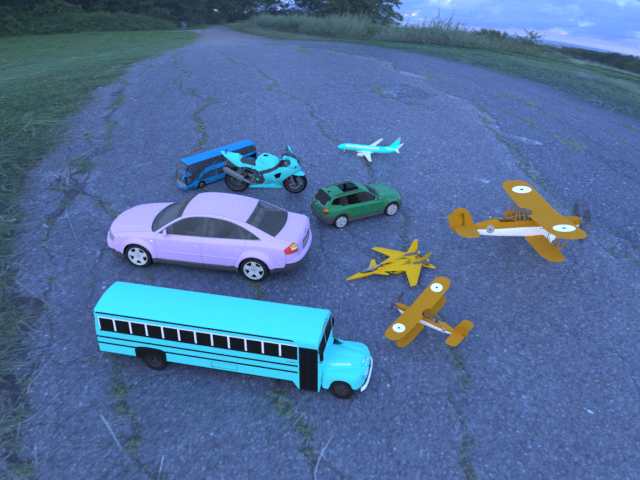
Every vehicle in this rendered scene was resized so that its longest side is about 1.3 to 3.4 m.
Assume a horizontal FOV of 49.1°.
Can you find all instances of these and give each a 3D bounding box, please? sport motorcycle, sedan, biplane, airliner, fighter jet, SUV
[{"bbox_3d":[-0.984,-1.222,12.409,1.520,0.821,0.506,2,31,4],"label":"sport motorcycle"},{"bbox_3d":[-1.691,-0.173,10.548,3.137,0.940,1.235,6,32,10],"label":"sedan"},{"bbox_3d":[1.392,1.036,8.958,1.090,0.504,1.336,23,38,33],"label":"biplane"},{"bbox_3d":[0.981,-1.900,13.918,1.307,0.429,1.161,8,32,13],"label":"airliner"},{"bbox_3d":[2.994,-0.248,10.633,2.120,0.981,2.598,-2,31,-4],"label":"biplane"},{"bbox_3d":[0.987,0.348,10.316,1.358,0.286,1.147,-14,34,-22],"label":"fighter jet"},{"bbox_3d":[0.622,-0.680,11.741,1.572,0.580,0.656,-14,34,-22],"label":"SUV"}]

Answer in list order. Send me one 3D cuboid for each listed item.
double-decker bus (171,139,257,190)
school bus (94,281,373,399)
[{"bbox_3d":[-1.921,-1.386,12.955,1.672,0.541,0.389,-24,38,-34],"label":"double-decker bus"},{"bbox_3d":[-1.023,1.168,8.408,3.322,0.844,0.709,7,32,11],"label":"school bus"}]
